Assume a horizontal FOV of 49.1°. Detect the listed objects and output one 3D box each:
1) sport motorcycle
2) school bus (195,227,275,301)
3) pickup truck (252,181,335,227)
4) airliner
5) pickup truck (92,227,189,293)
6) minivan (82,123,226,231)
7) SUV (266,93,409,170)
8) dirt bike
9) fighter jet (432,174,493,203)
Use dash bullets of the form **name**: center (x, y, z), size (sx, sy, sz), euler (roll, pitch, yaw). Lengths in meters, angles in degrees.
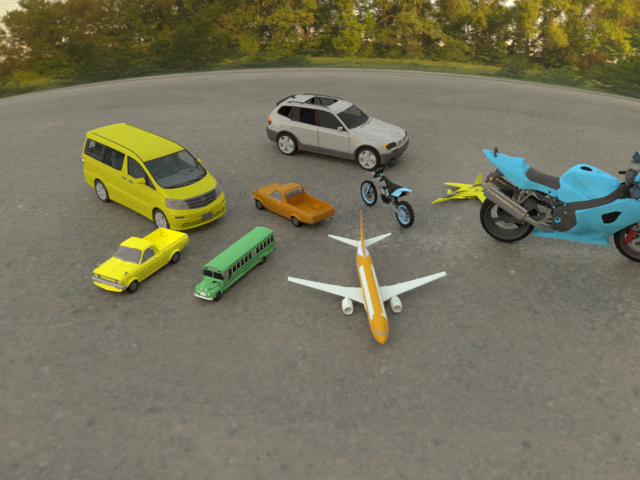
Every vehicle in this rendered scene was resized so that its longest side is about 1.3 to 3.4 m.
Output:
- **sport motorcycle**: center (3.924, -0.551, 10.762), size (2.955, 1.596, 0.983), euler (9, 29, 18)
- **school bus**: center (-1.238, 0.336, 10.314), size (0.365, 0.434, 1.708), euler (13, 30, 24)
- **pickup truck**: center (-0.480, -0.675, 12.178), size (0.640, 0.511, 1.603), euler (-24, 36, -39)
- **airliner**: center (0.692, 0.477, 9.608), size (2.257, 0.835, 2.541), euler (-2, 27, -3)
- **pickup truck**: center (-2.648, 0.228, 10.438), size (0.640, 0.511, 1.603), euler (13, 30, 24)
- **minivan**: center (-2.966, -1.147, 12.342), size (3.011, 1.197, 1.324), euler (23, 35, 37)
- **SUV**: center (0.348, -2.349, 14.730), size (3.058, 1.128, 1.276), euler (14, 30, 24)
- **dirt bike**: center (1.141, -0.803, 12.049), size (0.527, 0.857, 1.493), euler (-16, 32, -28)
- **fighter jet**: center (2.595, -0.897, 12.847), size (1.358, 0.286, 1.147), euler (-15, 31, -27)
